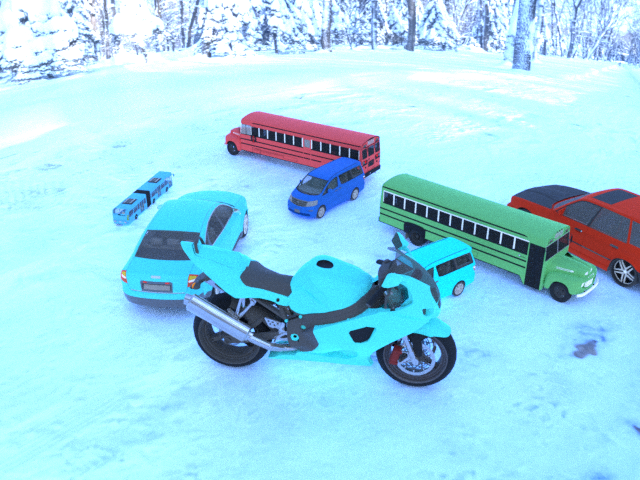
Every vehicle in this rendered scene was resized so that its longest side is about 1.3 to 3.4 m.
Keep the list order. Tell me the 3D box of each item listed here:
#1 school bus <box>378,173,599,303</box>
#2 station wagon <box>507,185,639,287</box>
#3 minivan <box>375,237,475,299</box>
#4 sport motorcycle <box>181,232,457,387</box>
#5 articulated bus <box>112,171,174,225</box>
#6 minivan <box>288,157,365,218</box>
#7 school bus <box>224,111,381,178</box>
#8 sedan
[{"bbox_3d":[2.327,-0.106,9.980,3.322,0.844,0.709,24,35,38],"label":"school bus"},{"bbox_3d":[4.145,-0.243,10.164,1.327,0.920,3.105,-15,31,-27],"label":"station wagon"},{"bbox_3d":[1.310,0.476,9.091,1.548,0.616,0.681,-18,32,-31],"label":"minivan"},{"bbox_3d":[-0.013,0.767,7.442,2.955,1.596,0.983,5,27,10],"label":"sport motorcycle"},{"bbox_3d":[-2.958,-0.731,11.816,0.311,0.289,1.749,6,28,12],"label":"articulated bus"},{"bbox_3d":[0.111,-0.889,11.764,0.681,0.616,1.548,20,33,34],"label":"minivan"},{"bbox_3d":[-0.439,-1.844,13.384,3.322,0.844,0.709,17,32,30],"label":"school bus"},{"bbox_3d":[-1.805,-0.100,9.863,1.235,0.940,3.137,3,27,6],"label":"sedan"}]
